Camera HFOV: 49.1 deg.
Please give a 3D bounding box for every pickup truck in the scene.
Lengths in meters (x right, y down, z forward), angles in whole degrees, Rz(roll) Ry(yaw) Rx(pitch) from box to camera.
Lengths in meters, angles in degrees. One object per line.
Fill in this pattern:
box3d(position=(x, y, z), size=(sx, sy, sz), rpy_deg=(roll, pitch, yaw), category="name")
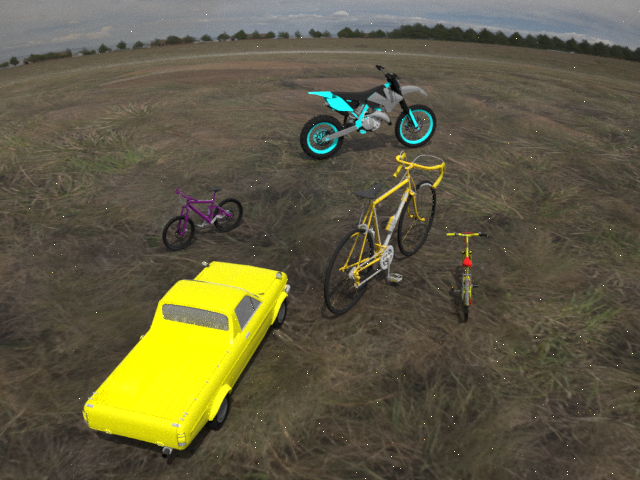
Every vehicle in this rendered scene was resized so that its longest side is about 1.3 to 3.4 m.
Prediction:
box3d(position=(-1.353, 1.092, 7.944), size=(1.244, 0.993, 3.117), rpy_deg=(8, 30, 15), category="pickup truck")

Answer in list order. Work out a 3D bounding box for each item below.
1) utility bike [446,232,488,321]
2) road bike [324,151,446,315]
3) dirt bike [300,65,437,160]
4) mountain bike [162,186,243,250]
box3d(position=(1.904, 0.397, 9.264), size=(0.535, 0.946, 1.435), rpy_deg=(5, 29, 9), category="utility bike")
box3d(position=(0.914, -0.173, 9.566), size=(0.696, 1.656, 3.004), rpy_deg=(18, 34, 30), category="road bike")
box3d(position=(0.991, -2.494, 13.798), size=(2.903, 1.666, 1.024), rpy_deg=(-9, 30, -15), category="dirt bike")
box3d(position=(-1.798, -0.389, 10.782), size=(1.469, 0.868, 0.573), rpy_deg=(-23, 36, -36), category="mountain bike")
